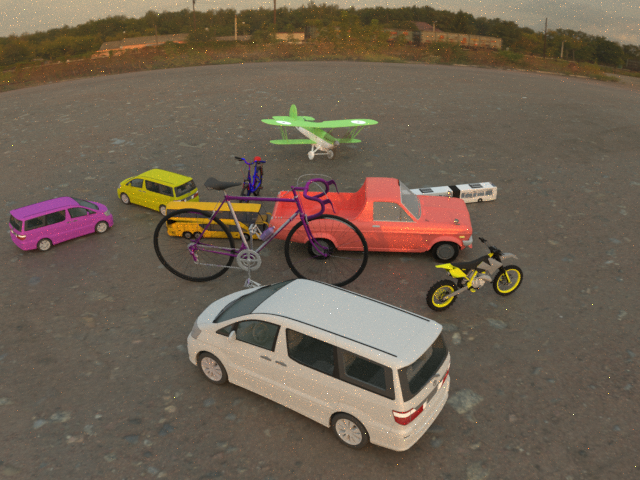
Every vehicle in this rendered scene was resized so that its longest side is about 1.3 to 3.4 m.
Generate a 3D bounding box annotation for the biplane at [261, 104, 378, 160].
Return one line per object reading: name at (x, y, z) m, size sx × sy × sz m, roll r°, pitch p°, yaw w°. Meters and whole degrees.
biplane at (-0.116, -2.250, 14.380) m, size 2.598 × 0.981 × 2.120 m, roll -15°, pitch 31°, yaw -26°

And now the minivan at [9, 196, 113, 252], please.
minivan at (-4.091, -0.329, 11.123) m, size 1.548 × 0.616 × 0.681 m, roll -22°, pitch 35°, yaw -35°

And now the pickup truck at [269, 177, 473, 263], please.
pickup truck at (0.790, -0.385, 10.826) m, size 3.117 × 0.993 × 1.244 m, roll 2°, pitch 28°, yaw 3°

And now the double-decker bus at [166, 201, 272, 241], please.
double-decker bus at (-1.609, -0.309, 11.165) m, size 1.672 × 0.541 × 0.389 m, roll 2°, pitch 28°, yaw 4°

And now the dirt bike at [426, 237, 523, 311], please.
dirt bike at (2.095, 0.471, 9.345) m, size 1.493 × 0.857 × 0.527 m, roll -10°, pitch 29°, yaw -19°

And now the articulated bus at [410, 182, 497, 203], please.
articulated bus at (2.258, -0.788, 12.346) m, size 1.749 × 0.289 × 0.311 m, roll -6°, pitch 28°, yaw -11°

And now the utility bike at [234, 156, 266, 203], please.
utility bike at (-1.140, -1.044, 12.127) m, size 0.535 × 0.946 × 1.435 m, roll 5°, pitch 28°, yaw 10°

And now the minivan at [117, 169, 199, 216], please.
minivan at (-2.852, -0.887, 12.184) m, size 1.548 × 0.616 × 0.681 m, roll 17°, pitch 32°, yaw 28°

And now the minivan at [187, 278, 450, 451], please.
minivan at (-0.110, 1.155, 7.683) m, size 3.011 × 1.197 × 1.324 m, roll 17°, pitch 32°, yaw 29°

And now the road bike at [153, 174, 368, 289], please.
road bike at (-0.834, -0.093, 9.560) m, size 3.004 × 1.656 × 0.696 m, roll 3°, pitch 28°, yaw 5°
